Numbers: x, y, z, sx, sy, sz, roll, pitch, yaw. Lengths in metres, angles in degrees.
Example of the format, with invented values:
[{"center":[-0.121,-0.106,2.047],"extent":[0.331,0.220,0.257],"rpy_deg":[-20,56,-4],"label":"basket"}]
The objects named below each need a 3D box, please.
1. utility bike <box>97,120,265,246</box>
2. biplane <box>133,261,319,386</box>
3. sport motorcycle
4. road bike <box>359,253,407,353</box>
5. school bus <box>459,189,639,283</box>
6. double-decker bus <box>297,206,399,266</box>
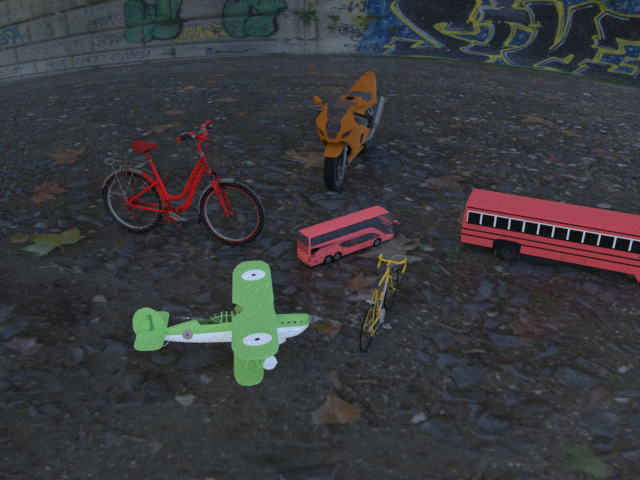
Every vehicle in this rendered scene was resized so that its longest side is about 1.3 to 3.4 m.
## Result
[{"center":[-2.146,-0.899,10.668],"extent":[2.791,1.839,1.039],"rpy_deg":[7,29,13],"label":"utility bike"},{"center":[-1.070,0.985,8.106],"extent":[2.120,0.981,2.598],"rpy_deg":[-3,29,-6],"label":"biplane"},{"center":[0.574,-2.113,13.151],"extent":[0.983,1.596,2.955],"rpy_deg":[8,30,15],"label":"sport motorcycle"},{"center":[0.755,0.733,8.702],"extent":[0.358,0.852,1.545],"rpy_deg":[11,30,19],"label":"road bike"},{"center":[3.747,-0.026,10.106],"extent":[3.322,0.844,0.709],"rpy_deg":[11,31,20],"label":"school bus"},{"center":[0.427,-0.081,10.522],"extent":[1.672,0.541,0.389],"rpy_deg":[-18,34,-30],"label":"double-decker bus"}]
